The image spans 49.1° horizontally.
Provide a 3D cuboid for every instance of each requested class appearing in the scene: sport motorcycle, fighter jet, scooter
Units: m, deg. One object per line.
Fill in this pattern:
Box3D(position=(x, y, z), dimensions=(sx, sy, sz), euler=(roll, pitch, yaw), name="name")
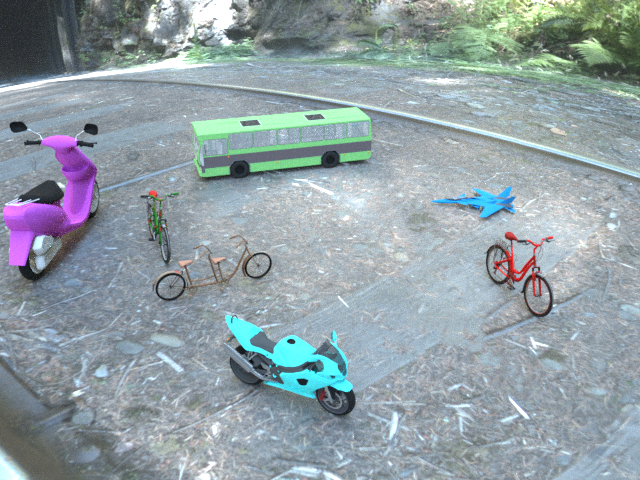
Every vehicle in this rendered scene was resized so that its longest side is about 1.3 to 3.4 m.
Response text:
Box3D(position=(-0.319, 1.282, 7.190), dimensions=(1.520, 0.821, 0.506), euler=(14, 31, 25), name="sport motorcycle")
Box3D(position=(2.519, -0.691, 11.565), dimensions=(1.358, 0.286, 1.147), euler=(2, 28, 5), name="fighter jet")
Box3D(position=(-3.779, -0.714, 9.983), dimensions=(1.288, 1.786, 2.721), euler=(2, 28, 5), name="scooter")

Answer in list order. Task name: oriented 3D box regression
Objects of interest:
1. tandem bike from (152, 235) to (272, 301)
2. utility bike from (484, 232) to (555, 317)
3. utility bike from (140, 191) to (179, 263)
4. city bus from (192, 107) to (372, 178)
Box3D(position=(-1.389, 0.351, 9.131), dimensions=(1.642, 0.682, 0.283), euler=(-13, 30, -24), name="tandem bike")
Box3D(position=(2.579, 0.304, 8.936), dimensions=(0.535, 0.946, 1.435), euler=(-10, 29, -19), name="utility bike")
Box3D(position=(-2.310, -0.316, 10.130), dimensions=(0.535, 0.946, 1.435), euler=(-11, 30, -21), name="utility bike")
Box3D(position=(-0.699, -1.805, 13.050), dimensions=(3.255, 0.894, 0.926), euler=(-8, 29, -15), name="city bus")
